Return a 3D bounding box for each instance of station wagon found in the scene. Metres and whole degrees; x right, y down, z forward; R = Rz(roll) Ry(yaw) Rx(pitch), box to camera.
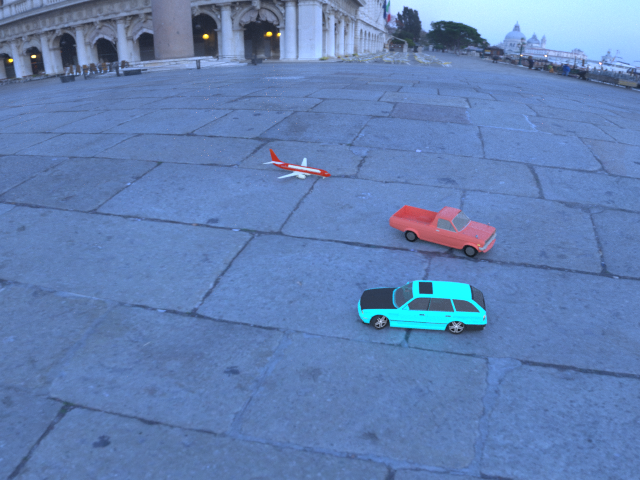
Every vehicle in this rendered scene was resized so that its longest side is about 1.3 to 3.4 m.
[{"bbox_3d":[1.277,0.796,8.792,1.597,0.473,0.682,3,27,6],"label":"station wagon"}]

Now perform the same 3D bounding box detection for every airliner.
[{"bbox_3d":[-0.392,-1.433,13.228,1.307,0.429,1.161,11,29,21],"label":"airliner"}]

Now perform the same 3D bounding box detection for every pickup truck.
[{"bbox_3d":[1.880,-0.220,10.751,1.603,0.511,0.640,16,31,28],"label":"pickup truck"}]
